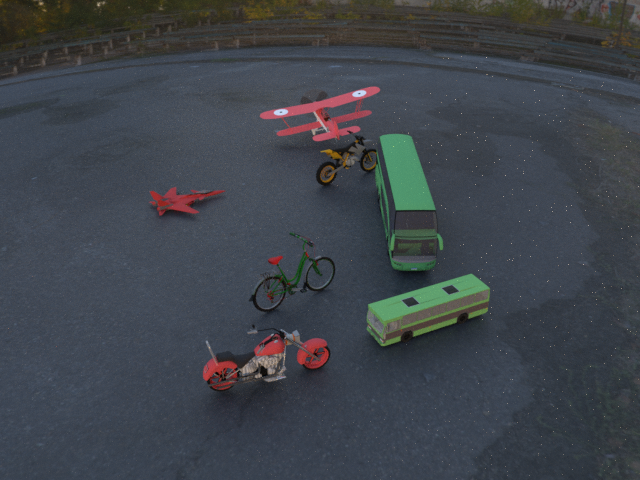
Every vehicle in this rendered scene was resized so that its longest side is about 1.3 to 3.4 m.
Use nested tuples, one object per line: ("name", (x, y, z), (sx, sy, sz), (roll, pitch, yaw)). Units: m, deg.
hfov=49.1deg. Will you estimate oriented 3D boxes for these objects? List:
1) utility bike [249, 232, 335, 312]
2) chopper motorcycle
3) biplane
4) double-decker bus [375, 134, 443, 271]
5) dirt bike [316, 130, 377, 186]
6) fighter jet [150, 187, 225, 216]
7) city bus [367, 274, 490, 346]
("utility bike", (-0.399, 0.418, 9.686), (1.435, 0.946, 0.535), (-20, 36, -30))
("chopper motorcycle", (-0.617, 1.347, 8.274), (1.563, 0.761, 0.466), (-11, 32, -18))
("biplane", (0.087, -2.509, 14.680), (2.598, 0.981, 2.120), (-7, 31, -12))
("double-decker bus", (1.368, -0.667, 11.446), (0.756, 1.052, 3.251), (0, 30, -1))
("dirt bike", (0.541, -1.554, 13.162), (1.493, 0.857, 0.527), (-19, 35, -30))
("fighter jet", (-2.306, -0.800, 12.435), (1.358, 0.286, 1.147), (-16, 34, -26))
("city bus", (1.444, 0.930, 9.289), (1.674, 0.460, 0.476), (-14, 33, -23))
